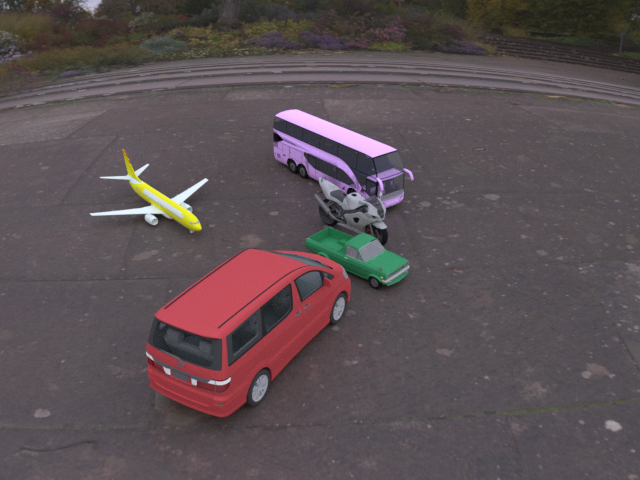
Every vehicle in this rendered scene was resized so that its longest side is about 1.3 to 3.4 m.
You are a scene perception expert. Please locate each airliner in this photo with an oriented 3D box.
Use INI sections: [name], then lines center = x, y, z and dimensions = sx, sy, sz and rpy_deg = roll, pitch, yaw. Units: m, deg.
[airliner]
center = -2.737, -0.828, 11.907
dimensions = 2.257, 0.835, 2.541
rpy_deg = -22, 35, -35

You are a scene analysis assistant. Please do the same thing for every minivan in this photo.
[minivan]
center = -0.720, 0.819, 8.441
dimensions = 1.324, 1.197, 3.011
rpy_deg = 15, 32, 26

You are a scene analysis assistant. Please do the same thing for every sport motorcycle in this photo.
[sport motorcycle]
center = 0.515, -0.455, 11.223
dimensions = 0.506, 0.821, 1.520
rpy_deg = -24, 36, -37

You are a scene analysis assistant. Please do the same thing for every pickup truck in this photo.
[pickup truck]
center = 0.536, 0.188, 10.351
dimensions = 1.603, 0.511, 0.640
rpy_deg = 23, 36, 36

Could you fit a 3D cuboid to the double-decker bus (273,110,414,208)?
[double-decker bus]
center = 0.304, -1.516, 12.964
dimensions = 0.756, 1.052, 3.251
rpy_deg = -21, 34, -33
